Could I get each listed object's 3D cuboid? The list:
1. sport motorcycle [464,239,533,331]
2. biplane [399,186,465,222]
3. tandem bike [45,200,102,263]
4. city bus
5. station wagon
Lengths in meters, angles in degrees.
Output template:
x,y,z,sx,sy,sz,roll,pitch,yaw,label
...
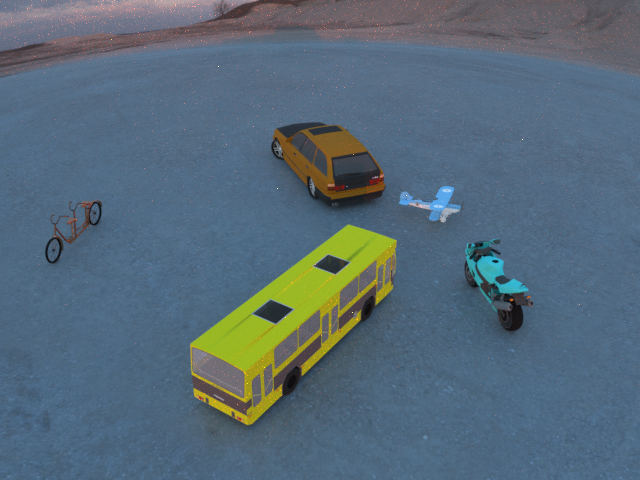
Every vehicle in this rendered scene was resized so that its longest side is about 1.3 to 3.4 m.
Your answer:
x,y,z,sx,sy,sz,roll,pitch,yaw,label
2.345,0.561,9.456,0.506,0.821,1.520,-8,32,-14,sport motorcycle
1.875,-0.601,11.724,1.090,0.504,1.336,10,32,16,biplane
-3.859,-0.270,10.993,0.283,0.682,1.642,7,31,12,tandem bike
-0.185,0.944,8.738,0.926,0.894,3.255,19,36,29,city bus
0.072,-1.656,13.096,1.327,0.920,3.105,-12,33,-19,station wagon
